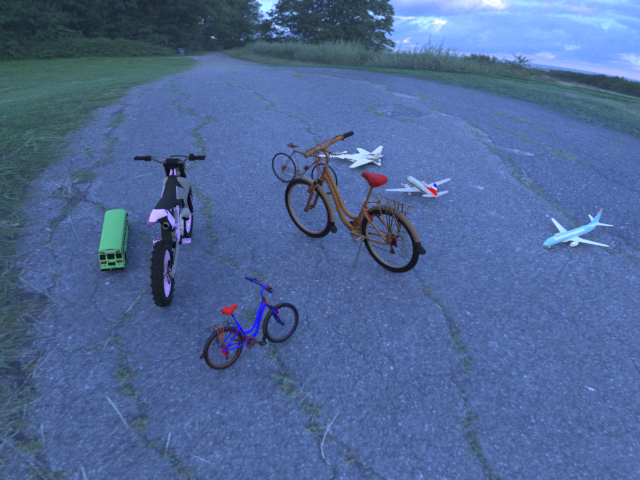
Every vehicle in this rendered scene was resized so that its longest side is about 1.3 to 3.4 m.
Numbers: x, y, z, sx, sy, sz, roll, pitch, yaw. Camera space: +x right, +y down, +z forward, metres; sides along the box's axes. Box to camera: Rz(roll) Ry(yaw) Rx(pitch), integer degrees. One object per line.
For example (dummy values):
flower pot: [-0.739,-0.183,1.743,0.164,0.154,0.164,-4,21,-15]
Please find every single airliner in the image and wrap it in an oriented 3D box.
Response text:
airliner: [4.078,-0.184,11.251,1.307,0.429,1.161,-15,31,-26]

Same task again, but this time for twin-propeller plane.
twin-propeller plane: [1.869,-1.016,12.886,1.370,0.407,1.095,-11,29,-20]

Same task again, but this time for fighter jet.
fighter jet: [0.622,-1.781,14.498,1.358,0.286,1.147,5,28,9]

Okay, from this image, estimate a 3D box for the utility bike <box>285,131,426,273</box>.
utility bike: [0.384,-0.549,10.422,2.791,1.839,1.039,23,35,37]

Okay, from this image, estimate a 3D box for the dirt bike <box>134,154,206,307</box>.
dirt bike: [-2.162,-0.341,10.207,1.024,1.666,2.903,0,27,-1]

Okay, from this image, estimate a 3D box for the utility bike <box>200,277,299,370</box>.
utility bike: [-0.867,0.970,8.455,1.435,0.946,0.535,-20,34,-34]

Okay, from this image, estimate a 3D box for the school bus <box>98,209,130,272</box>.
school bus: [-3.216,-0.051,10.988,0.365,0.434,1.708,-5,28,-10]

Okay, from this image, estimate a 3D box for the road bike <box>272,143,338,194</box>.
road bike: [-0.305,-1.368,13.083,1.545,0.852,0.358,19,33,32]
